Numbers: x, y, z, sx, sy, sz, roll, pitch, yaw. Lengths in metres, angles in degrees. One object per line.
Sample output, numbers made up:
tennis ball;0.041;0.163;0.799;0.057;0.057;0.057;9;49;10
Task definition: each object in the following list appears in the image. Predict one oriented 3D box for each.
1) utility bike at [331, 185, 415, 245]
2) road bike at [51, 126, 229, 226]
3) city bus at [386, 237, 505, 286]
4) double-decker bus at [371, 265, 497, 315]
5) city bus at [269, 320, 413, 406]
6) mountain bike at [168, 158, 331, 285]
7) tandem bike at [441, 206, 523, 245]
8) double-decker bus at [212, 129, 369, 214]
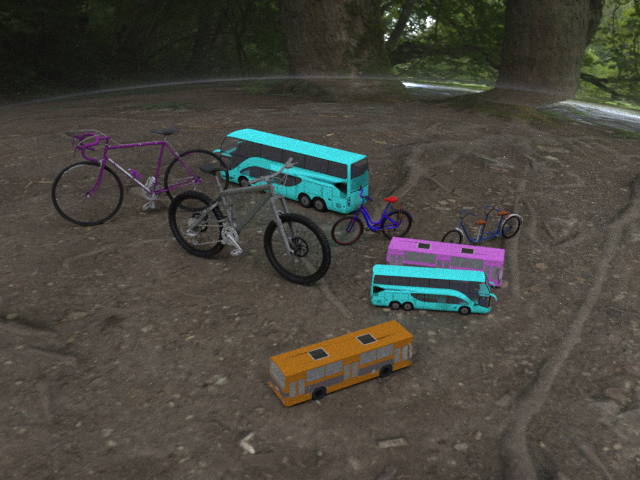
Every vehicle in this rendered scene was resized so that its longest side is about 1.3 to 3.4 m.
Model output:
utility bike;0.882;-0.362;11.171;1.435;0.946;0.535;-7;26;-15
road bike;-3.036;-1.134;11.965;3.004;1.656;0.696;-9;27;-18
city bus;1.835;0.331;10.285;1.674;0.460;0.476;7;26;14
double-decker bus;1.527;0.670;9.481;1.672;0.541;0.389;3;26;7
city bus;0.265;1.410;8.025;1.674;0.460;0.476;-13;28;-25
mountain bike;-1.110;-0.322;10.227;2.857;1.688;1.114;13;29;26
tandem bike;2.617;-0.223;11.188;1.642;0.682;0.283;-13;28;-25
double-decker bus;-0.588;-1.331;13.078;3.251;1.052;0.756;18;31;33
